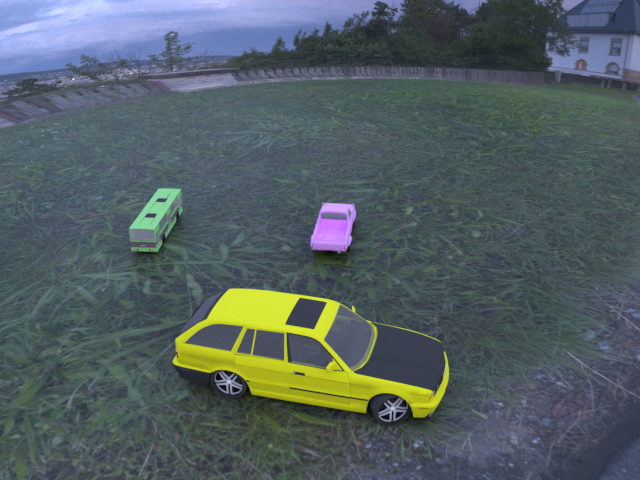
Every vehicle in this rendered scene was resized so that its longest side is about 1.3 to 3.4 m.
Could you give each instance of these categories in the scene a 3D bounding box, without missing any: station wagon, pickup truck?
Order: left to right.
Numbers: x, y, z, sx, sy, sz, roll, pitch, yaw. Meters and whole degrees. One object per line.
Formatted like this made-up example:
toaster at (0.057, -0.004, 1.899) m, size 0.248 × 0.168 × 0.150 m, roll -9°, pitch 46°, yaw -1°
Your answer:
station wagon at (-0.083, 1.223, 8.010) m, size 3.105 × 0.920 × 1.327 m, roll 7°, pitch 27°, yaw 13°
pickup truck at (0.231, -0.254, 11.442) m, size 0.640 × 0.511 × 1.603 m, roll 3°, pitch 27°, yaw 6°

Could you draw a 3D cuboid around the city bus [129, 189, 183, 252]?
city bus at (-2.698, -0.331, 11.655) m, size 0.476 × 0.460 × 1.674 m, roll 2°, pitch 26°, yaw 4°
